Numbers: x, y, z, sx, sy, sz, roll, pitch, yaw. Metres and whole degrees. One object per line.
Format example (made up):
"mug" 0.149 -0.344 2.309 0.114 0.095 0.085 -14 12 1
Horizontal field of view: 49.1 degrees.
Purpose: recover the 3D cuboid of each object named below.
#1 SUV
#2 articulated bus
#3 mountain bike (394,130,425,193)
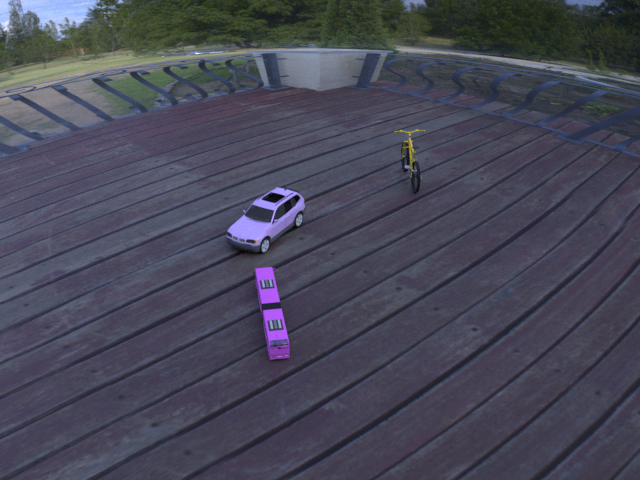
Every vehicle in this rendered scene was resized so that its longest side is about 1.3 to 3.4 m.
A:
"SUV" -0.831 -0.350 11.017 0.656 0.580 1.572 16 34 26
"articulated bus" -0.635 0.910 9.100 0.311 0.289 1.749 -5 30 -9
"mountain bike" 1.651 -1.477 12.704 0.573 0.868 1.469 -3 30 -5
